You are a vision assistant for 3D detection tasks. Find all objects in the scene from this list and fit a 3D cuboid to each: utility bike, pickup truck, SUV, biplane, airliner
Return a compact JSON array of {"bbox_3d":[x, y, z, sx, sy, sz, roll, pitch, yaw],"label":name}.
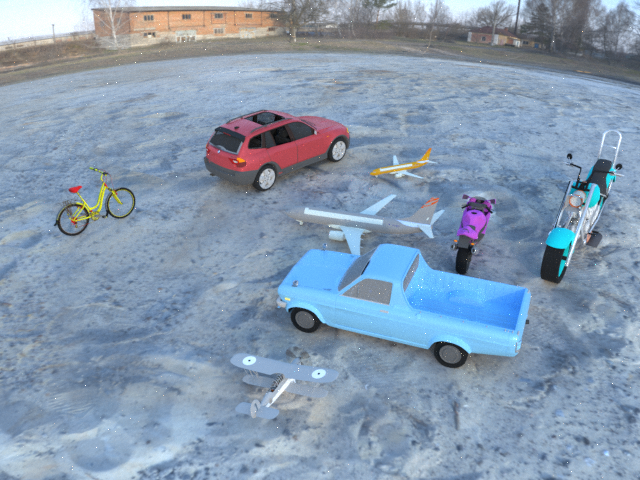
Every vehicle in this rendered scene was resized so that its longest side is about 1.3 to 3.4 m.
[{"bbox_3d":[-3.661,-0.655,11.264,1.435,0.946,0.535,-25,38,-37],"label":"utility bike"},{"bbox_3d":[1.033,0.688,8.813,3.117,0.993,1.244,11,31,19],"label":"pickup truck"},{"bbox_3d":[-0.751,-1.887,13.282,1.276,1.128,3.058,26,38,38],"label":"SUV"},{"bbox_3d":[-0.484,1.601,7.681,1.336,0.504,1.090,14,32,23],"label":"biplane"},{"bbox_3d":[1.538,-1.454,13.223,1.307,0.429,1.161,-11,31,-18],"label":"airliner"},{"bbox_3d":[0.625,-0.459,11.027,2.541,0.835,2.257,10,31,17],"label":"airliner"}]

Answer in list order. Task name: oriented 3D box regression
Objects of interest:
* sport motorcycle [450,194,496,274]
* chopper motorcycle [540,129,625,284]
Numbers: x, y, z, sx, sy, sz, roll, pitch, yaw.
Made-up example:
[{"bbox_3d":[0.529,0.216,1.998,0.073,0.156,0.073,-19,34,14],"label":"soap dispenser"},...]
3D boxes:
[{"bbox_3d":[2.259,-0.117,10.429,0.506,0.821,1.520,11,31,19],"label":"sport motorcycle"},{"bbox_3d":[3.964,-0.564,10.554,0.906,1.480,3.040,17,34,28],"label":"chopper motorcycle"}]
